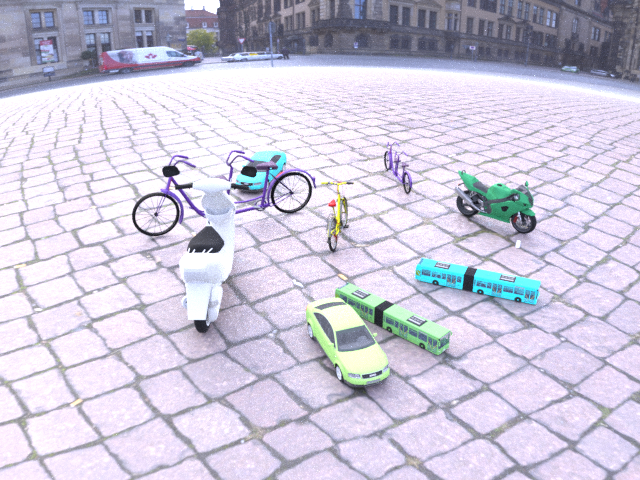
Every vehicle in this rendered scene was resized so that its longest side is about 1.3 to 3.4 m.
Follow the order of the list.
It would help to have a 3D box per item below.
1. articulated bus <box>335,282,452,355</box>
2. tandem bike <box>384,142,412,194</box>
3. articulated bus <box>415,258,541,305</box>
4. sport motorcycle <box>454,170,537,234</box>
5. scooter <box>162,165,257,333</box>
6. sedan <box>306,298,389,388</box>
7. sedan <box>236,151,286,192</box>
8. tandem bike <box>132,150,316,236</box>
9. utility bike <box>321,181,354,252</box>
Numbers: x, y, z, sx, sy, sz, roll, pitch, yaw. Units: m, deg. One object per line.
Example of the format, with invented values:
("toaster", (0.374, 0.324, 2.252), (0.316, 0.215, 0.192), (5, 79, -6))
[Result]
("articulated bus", (0.916, 1.003, 9.128), (1.749, 0.289, 0.311), (23, 35, 38))
("tandem bike", (1.494, -1.441, 13.483), (0.283, 0.682, 1.642), (-6, 28, -11))
("articulated bus", (2.234, 0.579, 9.958), (1.749, 0.289, 0.311), (11, 29, 21))
("sport motorcycle", (2.955, -0.649, 11.778), (1.520, 0.821, 0.506), (22, 34, 36))
("scooter", (-1.493, -0.058, 9.560), (1.288, 1.786, 2.721), (0, 27, 1))
("sedan", (0.317, 1.180, 8.568), (0.635, 0.483, 1.613), (-10, 29, -19))
("sedan", (-1.136, -1.399, 13.619), (0.635, 0.483, 1.613), (8, 28, 15))
("tandem bike", (-1.539, -0.862, 11.641), (3.192, 1.326, 0.550), (-11, 29, -20))
("utility bike", (0.239, -0.446, 11.243), (0.535, 0.946, 1.435), (6, 28, 12))
